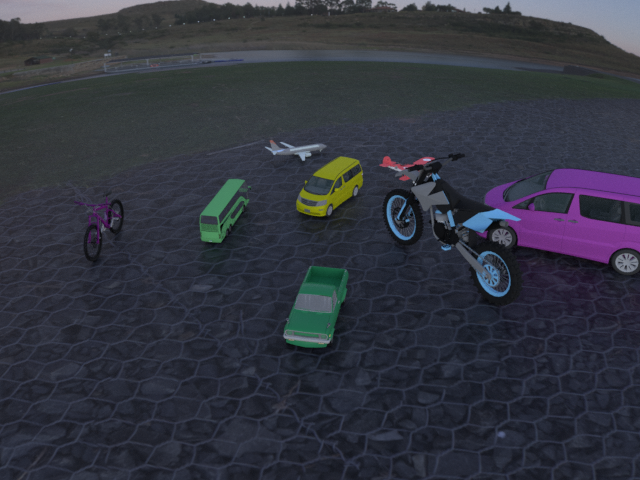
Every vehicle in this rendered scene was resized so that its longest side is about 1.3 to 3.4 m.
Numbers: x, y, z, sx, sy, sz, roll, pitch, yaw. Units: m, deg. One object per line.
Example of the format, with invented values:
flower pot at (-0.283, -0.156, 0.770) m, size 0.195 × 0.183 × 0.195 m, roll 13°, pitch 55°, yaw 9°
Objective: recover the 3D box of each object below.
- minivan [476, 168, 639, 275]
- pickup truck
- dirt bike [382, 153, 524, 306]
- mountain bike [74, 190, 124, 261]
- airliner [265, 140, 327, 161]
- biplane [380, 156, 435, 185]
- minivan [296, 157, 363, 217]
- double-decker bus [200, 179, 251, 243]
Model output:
minivan at (3.954, -0.416, 10.797) m, size 3.011 × 1.197 × 1.324 m, roll 13°, pitch 31°, yaw 22°
pickup truck at (-0.024, 0.806, 9.240) m, size 0.640 × 0.511 × 1.603 m, roll 5°, pitch 29°, yaw 10°
dirt bike at (1.821, -0.278, 10.041) m, size 1.024 × 1.666 × 2.903 m, roll -17°, pitch 33°, yaw -29°
mountain bike at (-3.387, -0.306, 10.939) m, size 0.573 × 0.868 × 1.469 m, roll 3°, pitch 28°, yaw 6°
airliner at (-0.448, -1.952, 14.478) m, size 1.307 × 0.429 × 1.161 m, roll -13°, pitch 31°, yaw -23°
biplane at (1.685, -1.348, 13.270) m, size 1.090 × 0.504 × 1.336 m, roll 16°, pitch 32°, yaw 28°
minivan at (0.181, -0.953, 12.414) m, size 0.681 × 0.616 × 1.548 m, roll 16°, pitch 32°, yaw 27°
double-decker bus at (-1.568, -0.527, 11.697) m, size 0.389 × 0.541 × 1.672 m, roll 5°, pitch 29°, yaw 10°
